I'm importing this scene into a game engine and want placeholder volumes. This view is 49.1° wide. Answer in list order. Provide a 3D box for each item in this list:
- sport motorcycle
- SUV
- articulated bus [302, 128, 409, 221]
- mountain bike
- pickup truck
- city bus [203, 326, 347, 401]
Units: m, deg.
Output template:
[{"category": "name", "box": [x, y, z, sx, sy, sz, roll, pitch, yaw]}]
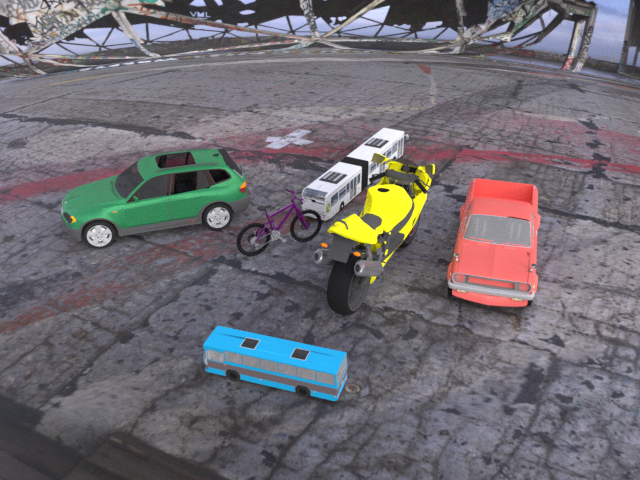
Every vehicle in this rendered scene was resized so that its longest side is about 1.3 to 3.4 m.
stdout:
[{"category": "sport motorcycle", "box": [0.853, -0.156, 9.965, 0.983, 1.596, 2.955, 15, 33, 24]}, {"category": "SUV", "box": [-2.692, -0.780, 11.525, 3.058, 1.128, 1.276, -10, 31, -16]}, {"category": "articulated bus", "box": [0.707, -1.291, 12.986, 0.605, 0.561, 3.401, 15, 33, 25]}, {"category": "mountain bike", "box": [-0.619, -0.248, 10.859, 1.469, 0.868, 0.573, -15, 33, -25]}, {"category": "pickup truck", "box": [2.684, -0.145, 10.552, 1.244, 0.993, 3.117, 8, 31, 14]}, {"category": "city bus", "box": [-0.533, 1.465, 8.281, 1.674, 0.460, 0.476, 9, 31, 16]}]
